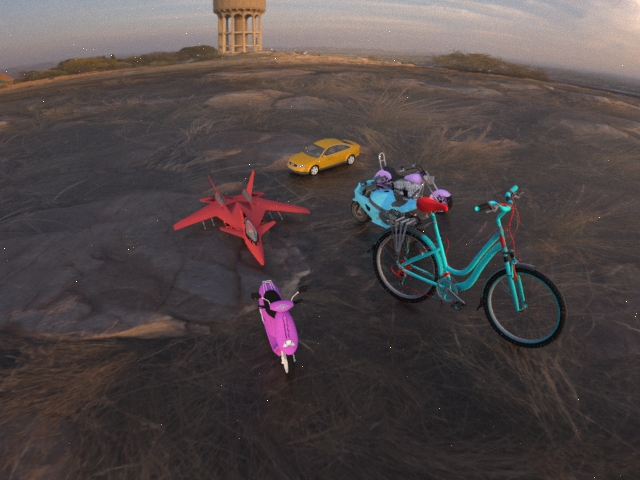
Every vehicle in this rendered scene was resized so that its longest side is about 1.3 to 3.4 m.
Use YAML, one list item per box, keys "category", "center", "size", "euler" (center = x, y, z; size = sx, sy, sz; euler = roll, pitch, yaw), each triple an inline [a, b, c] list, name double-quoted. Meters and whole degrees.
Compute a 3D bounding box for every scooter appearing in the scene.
- category: "scooter"
  center: [-0.503, 0.897, 8.287]
  size: [0.662, 0.919, 1.399]
  euler: [-7, 28, -14]

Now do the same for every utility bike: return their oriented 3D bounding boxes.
- category: "utility bike"
  center: [1.800, 0.166, 8.703]
  size: [2.791, 1.839, 1.039]
  euler: [20, 33, 33]

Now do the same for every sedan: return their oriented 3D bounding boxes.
- category: "sedan"
  center: [0.082, -1.690, 13.799]
  size: [1.613, 0.483, 0.635]
  euler: [-20, 33, -34]

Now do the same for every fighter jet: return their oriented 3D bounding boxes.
- category: "fighter jet"
  center: [-1.192, -0.370, 11.149]
  size: [2.229, 0.557, 2.640]
  euler: [-8, 28, -14]

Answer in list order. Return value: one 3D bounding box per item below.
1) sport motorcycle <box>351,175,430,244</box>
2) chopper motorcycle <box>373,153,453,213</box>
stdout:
- category: "sport motorcycle"
  center: [1.064, -0.482, 11.078]
  size: [0.506, 0.821, 1.520]
  euler: [-24, 36, -38]
- category: "chopper motorcycle"
  center: [1.607, -0.995, 12.141]
  size: [1.563, 0.761, 0.466]
  euler: [22, 34, 36]
